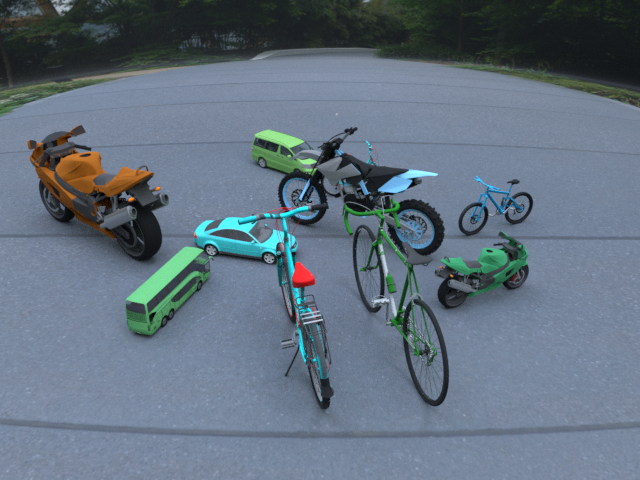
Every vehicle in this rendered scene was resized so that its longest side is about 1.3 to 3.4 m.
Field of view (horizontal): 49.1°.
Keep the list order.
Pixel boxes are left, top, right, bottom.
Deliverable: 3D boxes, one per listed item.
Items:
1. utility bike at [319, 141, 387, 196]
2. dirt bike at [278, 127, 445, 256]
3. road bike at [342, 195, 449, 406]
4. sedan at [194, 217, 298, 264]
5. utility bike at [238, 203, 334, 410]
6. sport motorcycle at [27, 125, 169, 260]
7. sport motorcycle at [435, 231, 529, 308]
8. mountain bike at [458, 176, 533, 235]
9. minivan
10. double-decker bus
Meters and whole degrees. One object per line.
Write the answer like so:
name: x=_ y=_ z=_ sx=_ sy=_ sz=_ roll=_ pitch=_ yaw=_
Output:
utility bike: x=0.672 y=-1.250 z=12.396 sx=1.435 sy=0.946 sz=0.535 roll=-1 pitch=28 yaw=-3
dirt bike: x=0.560 y=-0.751 z=10.694 sx=2.903 sy=1.666 sz=1.024 roll=16 pitch=32 yaw=27
road bike: x=0.874 y=0.573 z=8.221 sx=0.696 sy=1.656 sz=3.004 roll=-8 pitch=29 yaw=-14
sedan: x=-1.123 y=-0.040 z=10.618 sx=1.613 sy=0.483 sz=0.635 roll=8 pitch=29 yaw=14
utility bike: x=-0.329 y=0.604 z=7.968 sx=1.039 sy=1.839 sz=2.791 roll=-6 pitch=29 yaw=-11
sport motorcycle: x=-3.471 y=-0.731 z=10.731 sx=2.955 sy=1.596 sz=0.983 roll=20 pitch=34 yaw=33
sport motorcycle: x=2.217 y=0.422 z=9.393 sx=1.520 sy=0.821 sz=0.506 roll=-13 pitch=31 yaw=-23
mountain bike: x=2.840 y=-0.567 z=11.197 sx=1.469 sy=0.868 sz=0.573 roll=-13 pitch=31 yaw=-23
minivan: x=-0.611 y=-1.654 z=13.505 sx=1.548 sy=0.616 sz=0.681 roll=22 pitch=35 yaw=35
double-decker bus: x=-1.974 y=0.623 z=9.312 sx=0.389 sy=0.541 sz=1.672 roll=10 pitch=30 yaw=18
